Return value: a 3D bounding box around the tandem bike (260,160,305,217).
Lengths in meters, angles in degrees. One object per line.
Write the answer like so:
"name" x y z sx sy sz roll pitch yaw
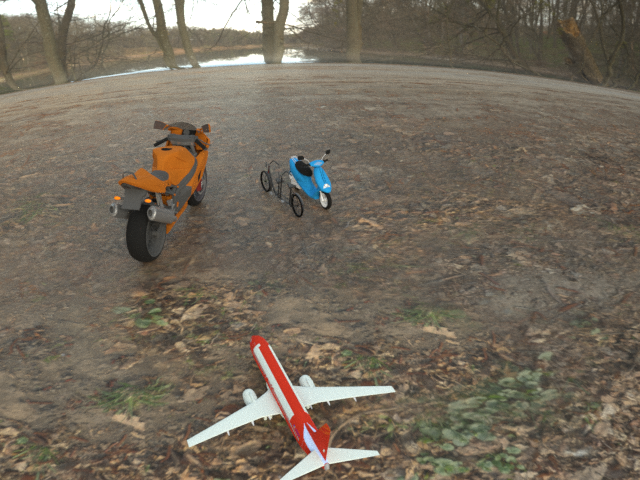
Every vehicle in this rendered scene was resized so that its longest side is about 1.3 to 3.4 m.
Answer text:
"tandem bike" -0.682 -0.941 12.241 0.283 0.682 1.642 -15 31 -26

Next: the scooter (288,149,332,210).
"scooter" -0.182 -1.162 12.406 0.662 0.919 1.399 -16 32 -28

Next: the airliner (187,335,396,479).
"airliner" -0.355 1.524 7.408 2.257 0.835 2.541 -10 30 -19

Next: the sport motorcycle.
"sport motorcycle" -2.397 -0.866 11.119 0.983 1.596 2.955 5 28 10
